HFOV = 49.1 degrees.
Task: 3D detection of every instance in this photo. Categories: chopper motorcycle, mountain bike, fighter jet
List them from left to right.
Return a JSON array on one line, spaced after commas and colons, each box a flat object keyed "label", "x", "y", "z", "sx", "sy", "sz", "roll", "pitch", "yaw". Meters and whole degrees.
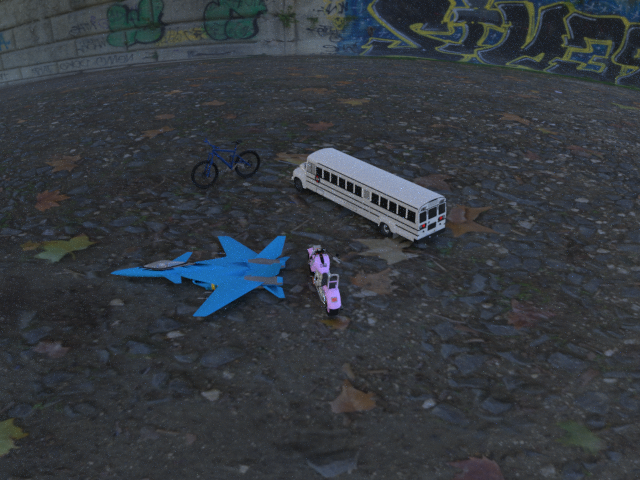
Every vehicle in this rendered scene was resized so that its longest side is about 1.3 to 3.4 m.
[{"label": "fighter jet", "x": -1.799, "y": 0.361, "z": 10.328, "sx": 2.640, "sy": 0.557, "sz": 2.229, "roll": 1, "pitch": 29, "yaw": 1}, {"label": "mountain bike", "x": -1.790, "y": -1.494, "z": 13.330, "sx": 1.469, "sy": 0.868, "sz": 0.573, "roll": -18, "pitch": 34, "yaw": -29}, {"label": "chopper motorcycle", "x": 0.038, "y": 0.445, "z": 9.968, "sx": 0.466, "sy": 0.761, "sz": 1.563, "roll": -6, "pitch": 30, "yaw": -11}]

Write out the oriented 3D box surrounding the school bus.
[{"label": "school bus", "x": 0.724, "y": -0.870, "z": 12.237, "sx": 0.709, "sy": 0.844, "sz": 3.322, "roll": -22, "pitch": 36, "yaw": -34}]
